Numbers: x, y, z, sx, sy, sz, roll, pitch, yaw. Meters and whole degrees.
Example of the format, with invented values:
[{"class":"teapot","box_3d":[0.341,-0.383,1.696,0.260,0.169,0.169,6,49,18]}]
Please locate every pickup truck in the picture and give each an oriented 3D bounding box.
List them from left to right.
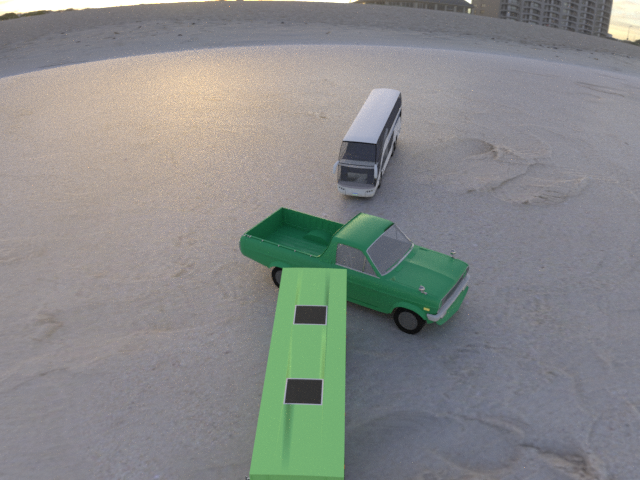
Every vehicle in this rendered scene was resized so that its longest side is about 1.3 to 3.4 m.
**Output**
[{"class":"pickup truck","box_3d":[0.436,0.219,9.498,3.117,0.993,1.244,17,34,27]}]

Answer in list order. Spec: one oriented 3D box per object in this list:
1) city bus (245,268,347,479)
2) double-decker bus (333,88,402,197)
[{"class":"city bus","box_3d":[-0.129,1.516,7.336,0.926,0.894,3.255,1,30,2]},{"class":"double-decker bus","box_3d":[0.969,-1.847,13.039,0.756,1.052,3.251,7,31,12]}]
